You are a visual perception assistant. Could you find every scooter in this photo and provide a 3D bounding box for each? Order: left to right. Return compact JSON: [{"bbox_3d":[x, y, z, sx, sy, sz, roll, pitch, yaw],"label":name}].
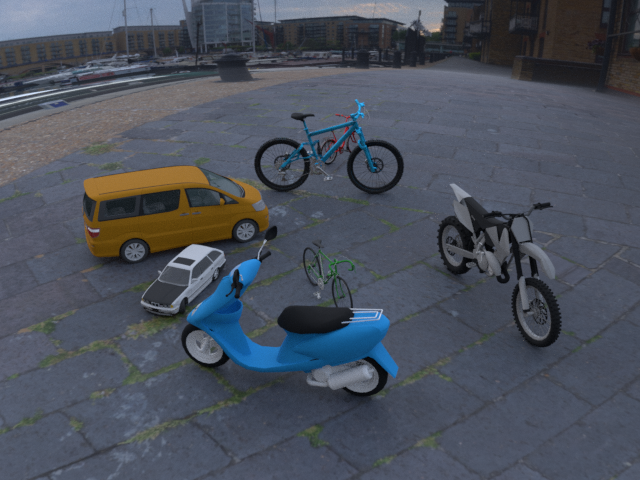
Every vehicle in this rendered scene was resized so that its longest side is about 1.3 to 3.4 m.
[{"bbox_3d":[-0.420,0.923,8.149,2.721,1.786,1.288,8,29,14],"label":"scooter"}]

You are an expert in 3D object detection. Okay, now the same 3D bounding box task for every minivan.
[{"bbox_3d":[-2.349,-0.547,11.575,3.011,1.197,1.324,-11,30,-20],"label":"minivan"}]

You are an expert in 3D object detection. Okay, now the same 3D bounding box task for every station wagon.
[{"bbox_3d":[-1.999,0.530,10.304,0.682,0.473,1.597,10,29,19],"label":"station wagon"}]

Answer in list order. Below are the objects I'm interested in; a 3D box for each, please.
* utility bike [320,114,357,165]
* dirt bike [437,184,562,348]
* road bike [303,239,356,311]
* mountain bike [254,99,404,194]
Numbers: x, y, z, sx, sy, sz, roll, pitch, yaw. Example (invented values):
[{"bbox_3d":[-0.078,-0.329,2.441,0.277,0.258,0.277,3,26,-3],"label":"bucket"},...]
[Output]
[{"bbox_3d":[0.414,-2.187,14.958,0.535,0.946,1.435,24,36,37],"label":"utility bike"},{"bbox_3d":[2.440,0.176,9.697,1.024,1.666,2.903,-10,29,-18],"label":"dirt bike"},{"bbox_3d":[0.092,0.480,9.993,0.358,0.852,1.545,-13,30,-23],"label":"road bike"},{"bbox_3d":[0.165,-1.673,13.187,2.857,1.688,1.114,2,28,3],"label":"mountain bike"}]
